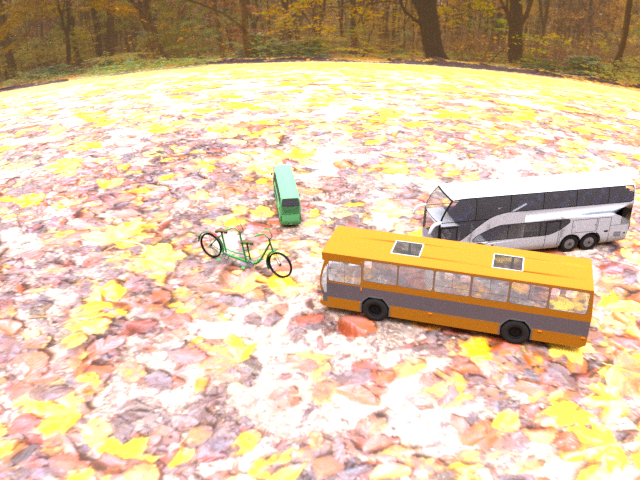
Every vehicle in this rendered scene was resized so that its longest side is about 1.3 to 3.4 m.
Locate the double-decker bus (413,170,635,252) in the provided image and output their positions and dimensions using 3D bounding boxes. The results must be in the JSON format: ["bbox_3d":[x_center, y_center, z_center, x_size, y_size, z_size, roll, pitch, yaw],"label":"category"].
[{"bbox_3d":[3.053,-0.375,10.463,3.251,1.052,0.756,-5,28,-10],"label":"double-decker bus"}]

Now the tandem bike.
[{"bbox_3d":[-1.094,0.083,9.975,1.642,0.682,0.283,15,31,26],"label":"tandem bike"}]

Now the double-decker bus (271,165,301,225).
[{"bbox_3d":[-0.575,-0.796,11.841,0.389,0.541,1.672,-4,27,-7],"label":"double-decker bus"}]

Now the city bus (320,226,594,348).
[{"bbox_3d":[1.663,0.580,8.777,3.255,0.894,0.926,8,28,15],"label":"city bus"}]
